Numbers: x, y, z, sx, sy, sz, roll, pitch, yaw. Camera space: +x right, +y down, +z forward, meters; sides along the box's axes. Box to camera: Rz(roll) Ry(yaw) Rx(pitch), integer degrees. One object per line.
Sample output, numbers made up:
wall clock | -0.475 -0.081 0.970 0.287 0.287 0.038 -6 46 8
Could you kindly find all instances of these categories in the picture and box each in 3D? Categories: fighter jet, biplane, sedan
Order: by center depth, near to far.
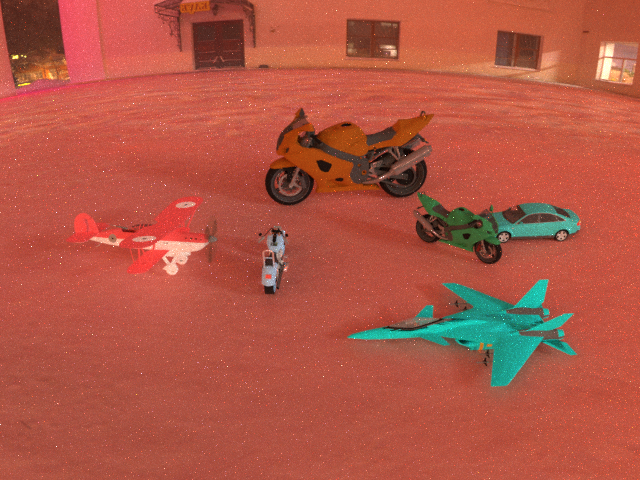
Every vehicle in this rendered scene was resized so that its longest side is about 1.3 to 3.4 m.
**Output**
fighter jet | 1.642 0.971 8.496 2.640 0.557 2.229 -2 27 -4
biplane | -2.499 -0.057 10.072 2.120 0.981 2.598 3 27 7
sedan | 3.312 -0.307 11.126 1.613 0.483 0.635 -2 27 -4

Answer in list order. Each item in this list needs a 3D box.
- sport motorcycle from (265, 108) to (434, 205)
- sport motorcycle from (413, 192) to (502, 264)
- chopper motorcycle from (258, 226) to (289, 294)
sport motorcycle | 0.508 -1.422 12.108 2.955 1.596 0.983 -5 27 -9
sport motorcycle | 2.068 -0.190 10.516 1.520 0.821 0.506 22 34 37
chopper motorcycle | -0.636 0.154 9.897 0.466 0.761 1.563 1 27 3
